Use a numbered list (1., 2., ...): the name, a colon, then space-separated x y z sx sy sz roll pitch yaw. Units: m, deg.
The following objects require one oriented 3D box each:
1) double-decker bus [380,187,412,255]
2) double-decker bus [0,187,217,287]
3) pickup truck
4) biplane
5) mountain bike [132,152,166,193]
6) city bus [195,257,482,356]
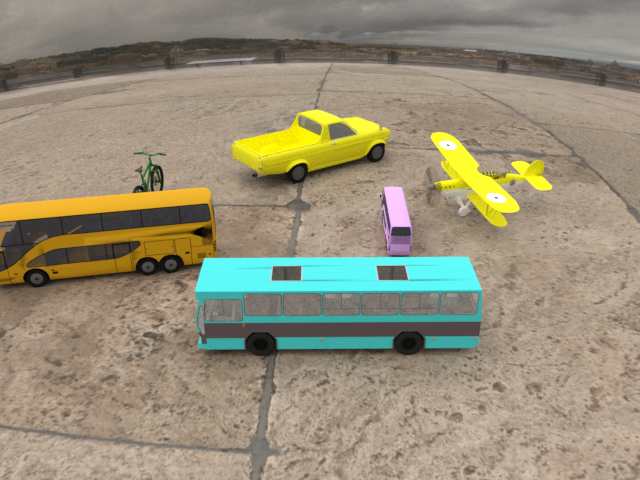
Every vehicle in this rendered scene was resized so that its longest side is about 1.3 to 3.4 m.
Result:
1. double-decker bus: 1.173 -0.333 10.865 0.389 0.541 1.672 0 27 1
2. double-decker bus: -3.085 -0.048 9.751 3.251 1.052 0.756 -6 28 -11
3. pickup truck: -0.114 -1.896 13.412 3.117 0.993 1.244 -18 32 -31
4. biplane: 2.764 -0.938 11.562 2.120 0.981 2.598 -8 28 -15
5. mountain bike: -2.886 -0.951 11.710 0.573 0.868 1.469 3 27 6
6. city bus: 0.209 0.778 8.316 3.255 0.894 0.926 0 27 -1
